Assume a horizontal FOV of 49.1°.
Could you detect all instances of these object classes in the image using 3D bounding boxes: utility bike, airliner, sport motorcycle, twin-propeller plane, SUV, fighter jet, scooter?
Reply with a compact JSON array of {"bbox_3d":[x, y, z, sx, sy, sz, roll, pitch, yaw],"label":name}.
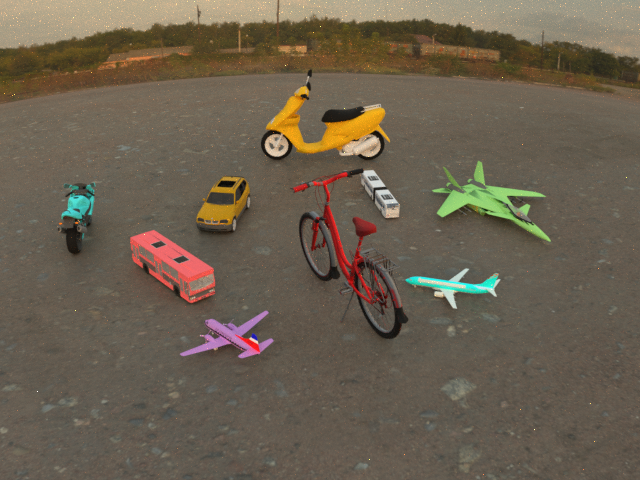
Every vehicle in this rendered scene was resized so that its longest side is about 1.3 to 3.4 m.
[{"bbox_3d":[0.269,0.111,9.178,1.039,1.839,2.791,-13,29,-25],"label":"utility bike"},{"bbox_3d":[1.851,0.563,9.853,1.307,0.429,1.161,9,28,17],"label":"airliner"},{"bbox_3d":[-3.912,-0.394,11.345,0.506,0.821,1.520,-3,26,-6],"label":"sport motorcycle"},{"bbox_3d":[-1.102,1.157,8.679,1.095,0.407,1.370,24,35,39],"label":"twin-propeller plane"},{"bbox_3d":[-1.654,-0.648,12.130,0.656,0.580,1.572,4,27,8],"label":"SUV"},{"bbox_3d":[3.150,-0.666,12.192,2.229,0.557,2.640,-11,28,-21],"label":"fighter jet"},{"bbox_3d":[0.109,-2.521,14.554,2.721,1.786,1.288,0,26,0],"label":"scooter"}]

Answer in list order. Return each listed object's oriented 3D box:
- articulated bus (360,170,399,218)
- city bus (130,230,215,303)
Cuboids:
[{"bbox_3d":[1.090,-0.864,12.895,0.311,0.289,1.749,-5,27,-10],"label":"articulated bus"},{"bbox_3d":[-2.163,0.380,10.189,0.476,0.460,1.674,-21,33,-36],"label":"city bus"}]
